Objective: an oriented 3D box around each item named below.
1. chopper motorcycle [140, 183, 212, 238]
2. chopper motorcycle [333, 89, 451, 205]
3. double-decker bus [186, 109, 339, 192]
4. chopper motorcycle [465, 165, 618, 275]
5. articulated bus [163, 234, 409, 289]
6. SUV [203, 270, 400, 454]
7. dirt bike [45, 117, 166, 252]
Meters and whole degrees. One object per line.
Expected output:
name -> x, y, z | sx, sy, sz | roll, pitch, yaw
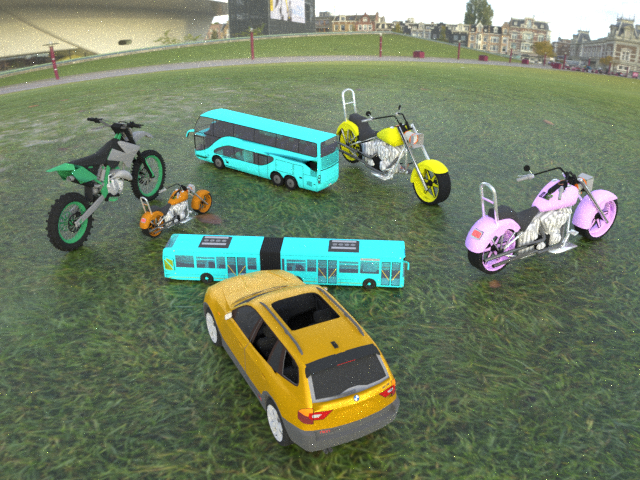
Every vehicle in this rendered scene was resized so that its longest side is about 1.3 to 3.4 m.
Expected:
chopper motorcycle -> -2.316, -0.582, 11.345 | 0.466, 0.761, 1.563 | 16, 31, 29
chopper motorcycle -> 1.284, -1.747, 12.837 | 0.906, 1.480, 3.040 | -17, 32, -30
double-decker bus -> -1.120, -1.753, 13.318 | 3.251, 1.052, 0.756 | 18, 32, 31
chopper motorcycle -> 3.362, -0.425, 10.248 | 3.040, 1.480, 0.906 | -16, 31, -29
articulated bus -> -0.475, 0.290, 9.858 | 3.401, 0.561, 0.605 | 2, 27, 3
SUV -> -0.323, 1.050, 7.747 | 1.276, 1.128, 3.058 | -13, 30, -24
dirt bike -> -3.391, -1.031, 11.230 | 1.024, 1.666, 2.903 | 11, 29, 20
